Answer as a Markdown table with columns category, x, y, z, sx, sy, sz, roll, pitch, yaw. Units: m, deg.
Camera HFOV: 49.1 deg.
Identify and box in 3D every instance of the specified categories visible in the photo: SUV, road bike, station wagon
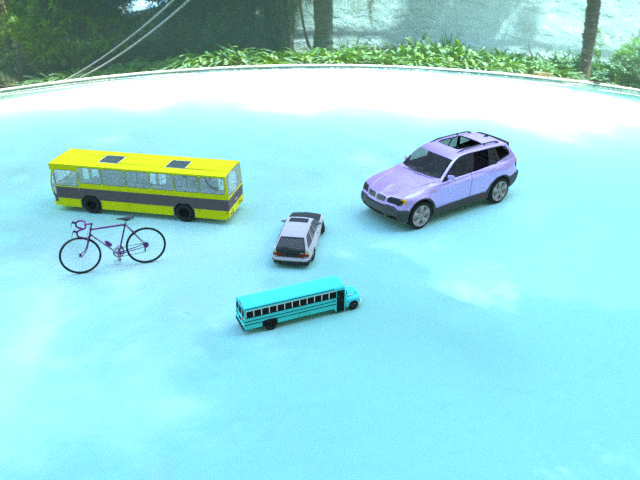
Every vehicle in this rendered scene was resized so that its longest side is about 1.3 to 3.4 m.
| category | x | y | z | sx | sy | sz | roll | pitch | yaw |
| --- | --- | --- | --- | --- | --- | --- | --- | --- | --- |
| SUV | 2.167 | -1.160 | 12.435 | 3.058 | 1.128 | 1.276 | -17 | 31 | -30 |
| road bike | -3.071 | 0.041 | 10.361 | 1.545 | 0.852 | 0.358 | -9 | 28 | -18 |
| station wagon | -0.323 | -0.123 | 11.105 | 0.682 | 0.473 | 1.597 | 4 | 27 | 8 |

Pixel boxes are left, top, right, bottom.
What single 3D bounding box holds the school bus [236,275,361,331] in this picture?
| category | x | y | z | sx | sy | sz | roll | pitch | yaw |
| --- | --- | --- | --- | --- | --- | --- | --- | --- | --- |
| school bus | -0.257 | 0.818 | 9.285 | 1.708 | 0.434 | 0.365 | -11 | 29 | -21 |

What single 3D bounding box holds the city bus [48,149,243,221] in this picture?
| category | x | y | z | sx | sy | sz | roll | pitch | yaw |
| --- | --- | --- | --- | --- | --- | --- | --- | --- | --- |
| city bus | -3.033 | -0.955 | 12.287 | 3.255 | 0.894 | 0.926 | 5 | 27 | 10 |
